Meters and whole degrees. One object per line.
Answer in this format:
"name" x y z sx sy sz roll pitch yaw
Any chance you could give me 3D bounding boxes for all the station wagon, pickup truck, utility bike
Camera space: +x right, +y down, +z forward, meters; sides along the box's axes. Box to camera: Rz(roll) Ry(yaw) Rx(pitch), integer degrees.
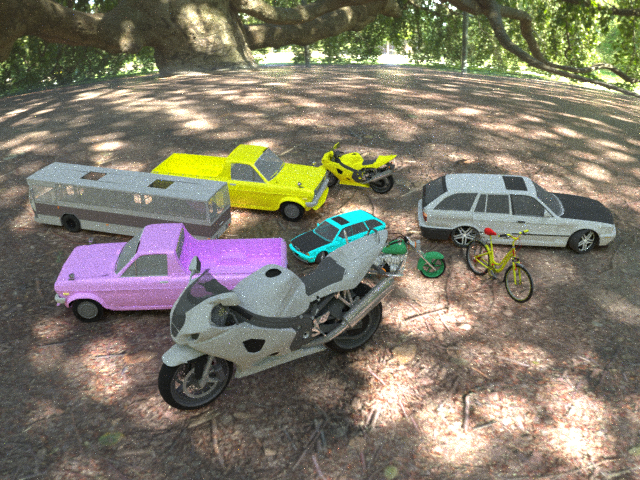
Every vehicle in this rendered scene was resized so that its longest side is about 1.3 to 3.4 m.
"station wagon" 0.286 -0.090 11.004 1.597 0.473 0.682 -18 32 -31
"pickup truck" -1.969 0.365 9.550 3.117 0.993 1.244 -1 27 -3
"station wagon" 3.160 -0.503 11.318 3.105 0.920 1.327 3 27 6
"utility bike" 2.558 0.226 9.871 0.535 0.946 1.435 -14 30 -25
"pickup truck" -1.424 -1.123 12.447 3.117 0.993 1.244 6 28 12

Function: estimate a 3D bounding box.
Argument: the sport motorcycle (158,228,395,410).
"sport motorcycle" -0.453 0.867 7.911 2.955 1.596 0.983 -16 31 -29

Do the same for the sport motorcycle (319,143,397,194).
"sport motorcycle" 0.658 -1.303 12.986 1.520 0.821 0.506 7 28 14

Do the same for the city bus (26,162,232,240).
"city bus" -3.122 -0.573 11.484 3.255 0.894 0.926 8 28 15

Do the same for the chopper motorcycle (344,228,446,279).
"chopper motorcycle" 1.046 0.205 10.115 1.563 0.761 0.466 0 27 0
